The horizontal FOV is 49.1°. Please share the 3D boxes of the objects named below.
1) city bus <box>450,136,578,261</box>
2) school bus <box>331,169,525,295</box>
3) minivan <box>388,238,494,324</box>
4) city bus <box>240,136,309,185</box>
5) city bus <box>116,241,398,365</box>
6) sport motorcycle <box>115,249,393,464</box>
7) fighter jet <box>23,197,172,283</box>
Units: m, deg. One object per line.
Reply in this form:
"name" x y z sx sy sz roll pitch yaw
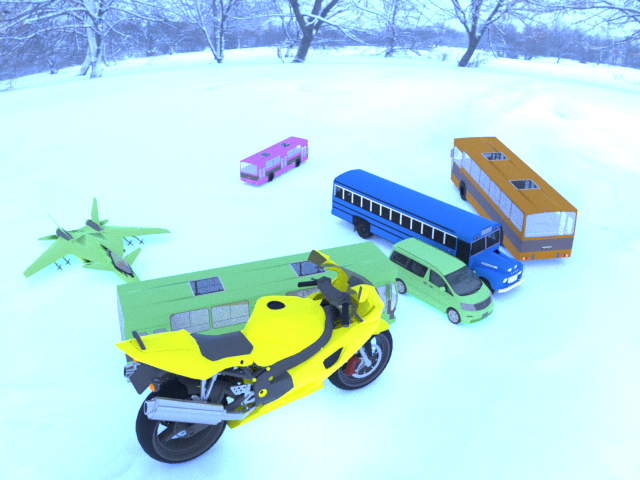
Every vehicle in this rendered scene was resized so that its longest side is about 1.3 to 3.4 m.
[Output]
"city bus" 3.010 -0.730 11.372 0.926 0.894 3.255 -4 28 -7
"school bus" 1.522 -0.181 10.364 0.709 0.844 3.322 -22 35 -36
"minivan" 1.580 0.525 9.245 0.681 0.616 1.548 -21 34 -35
"city bus" -0.844 -1.505 13.349 0.476 0.460 1.674 17 32 29
"city bus" -0.703 0.822 8.365 3.255 0.894 0.926 -10 29 -18
"sport motorcycle" -0.474 1.164 6.937 2.955 1.596 0.983 -16 31 -27
"fighter jet" -3.087 0.126 10.082 2.229 0.557 2.640 -20 33 -34
